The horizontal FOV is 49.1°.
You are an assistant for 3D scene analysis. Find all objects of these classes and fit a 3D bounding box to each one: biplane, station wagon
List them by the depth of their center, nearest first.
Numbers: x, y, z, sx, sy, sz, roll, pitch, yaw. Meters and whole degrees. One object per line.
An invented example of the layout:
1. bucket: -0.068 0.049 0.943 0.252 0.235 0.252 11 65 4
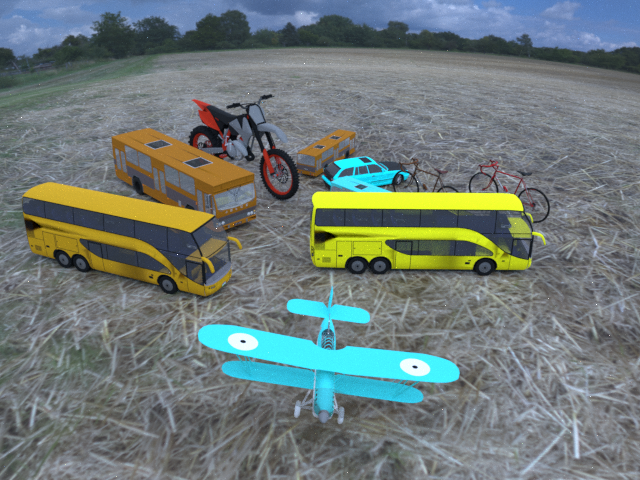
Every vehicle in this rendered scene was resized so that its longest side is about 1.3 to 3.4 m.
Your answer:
1. biplane: 0.108 1.228 7.376 2.598 0.981 2.120 1 27 2
2. station wagon: 0.857 -1.257 12.866 1.597 0.473 0.682 -10 29 -20

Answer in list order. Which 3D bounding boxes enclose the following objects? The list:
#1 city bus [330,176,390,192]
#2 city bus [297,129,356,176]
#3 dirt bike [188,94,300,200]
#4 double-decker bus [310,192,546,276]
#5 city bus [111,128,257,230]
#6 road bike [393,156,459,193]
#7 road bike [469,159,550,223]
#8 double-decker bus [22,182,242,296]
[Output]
1. city bus: 0.899 -0.581 11.541 0.476 0.460 1.674 -24 35 -39
2. city bus: 0.148 -1.707 13.772 0.476 0.460 1.674 14 30 26
3. dirt bike: -1.430 -1.770 12.557 2.903 1.666 1.024 23 34 37
4. double-decker bus: 1.480 -0.115 9.959 3.251 1.052 0.756 1 27 1
5. city bus: -2.400 -1.061 12.010 0.926 0.894 3.255 -23 34 -37
6. road bike: 1.796 -0.870 11.678 0.358 0.852 1.545 -22 34 -37
7. road bike: 3.122 -0.826 11.591 0.358 0.852 1.545 -24 35 -39
8. double-decker bus: -2.688 -0.026 9.783 3.251 1.052 0.756 11 29 21
